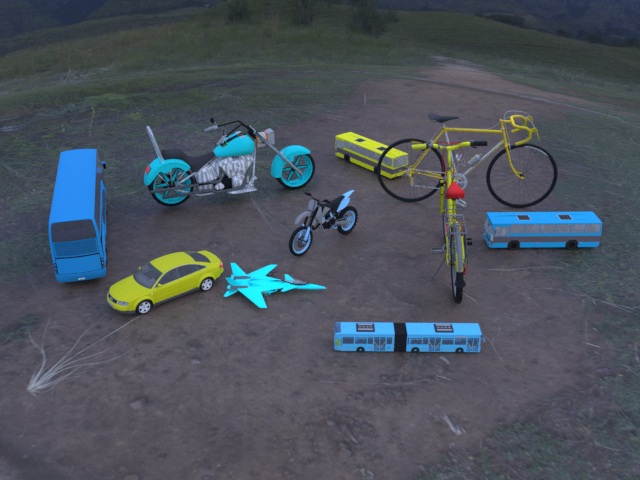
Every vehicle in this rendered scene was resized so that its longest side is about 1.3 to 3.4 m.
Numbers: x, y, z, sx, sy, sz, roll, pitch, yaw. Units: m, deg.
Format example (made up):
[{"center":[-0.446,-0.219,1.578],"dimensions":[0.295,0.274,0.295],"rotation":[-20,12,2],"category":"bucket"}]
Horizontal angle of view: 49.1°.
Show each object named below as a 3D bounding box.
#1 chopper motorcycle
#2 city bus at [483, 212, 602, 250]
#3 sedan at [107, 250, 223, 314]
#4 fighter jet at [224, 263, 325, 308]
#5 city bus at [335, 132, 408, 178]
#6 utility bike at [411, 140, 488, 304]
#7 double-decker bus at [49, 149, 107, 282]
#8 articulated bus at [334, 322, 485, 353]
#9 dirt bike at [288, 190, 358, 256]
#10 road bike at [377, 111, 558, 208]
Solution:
[{"center":[-1.518,-1.412,12.061],"dimensions":[3.040,1.480,0.906],"rotation":[-11,29,-21],"category":"chopper motorcycle"},{"center":[3.383,-0.139,10.691],"dimensions":[1.674,0.460,0.476],"rotation":[0,27,-1],"category":"city bus"},{"center":[-2.070,0.507,9.402],"dimensions":[1.613,0.483,0.635],"rotation":[-20,33,-34],"category":"sedan"},{"center":[-0.593,0.556,9.523],"dimensions":[1.358,0.286,1.147],"rotation":[2,27,3],"category":"fighter jet"},{"center":[0.981,-1.645,13.636],"dimensions":[0.476,0.460,1.674],"rotation":[-20,33,-34],"category":"city bus"},{"center":[1.743,-0.393,9.674],"dimensions":[1.039,1.839,2.791],"rotation":[2,27,4],"category":"utility bike"},{"center":[-3.670,-0.501,10.750],"dimensions":[0.756,1.052,3.251],"rotation":[-7,28,-13],"category":"double-decker bus"},{"center":[1.047,1.159,8.340],"dimensions":[1.749,0.289,0.311],"rotation":[0,27,1],"category":"articulated bus"},{"center":[0.077,-0.315,10.598],"dimensions":[0.527,0.857,1.493],"rotation":[24,35,38],"category":"dirt bike"},{"center":[2.466,-1.345,11.736],"dimensions":[3.004,1.656,0.697],"rotation":[4,27,7],"category":"road bike"}]
